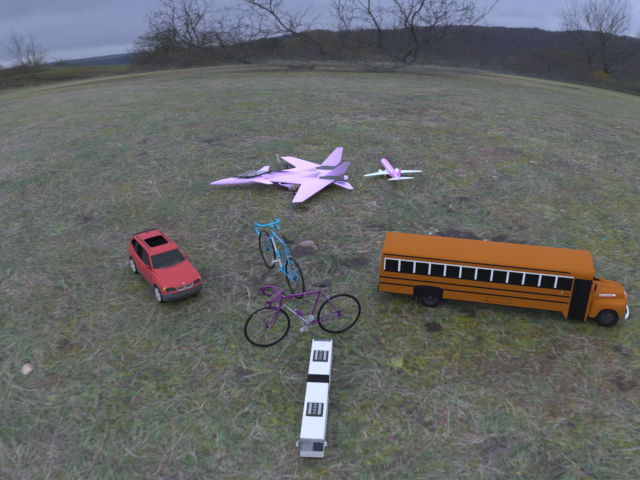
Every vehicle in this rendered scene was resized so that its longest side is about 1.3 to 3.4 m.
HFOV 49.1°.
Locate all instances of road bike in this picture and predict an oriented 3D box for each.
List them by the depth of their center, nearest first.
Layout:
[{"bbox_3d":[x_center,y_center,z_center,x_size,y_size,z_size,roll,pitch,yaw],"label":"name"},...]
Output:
[{"bbox_3d":[-0.205,0.904,8.801,1.545,0.852,0.358,-9,29,-16],"label":"road bike"},{"bbox_3d":[-0.573,0.228,10.079,0.358,0.852,1.545,-14,31,-24],"label":"road bike"}]

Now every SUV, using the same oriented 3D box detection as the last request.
[{"bbox_3d":[-2.281,0.332,10.173,0.656,0.580,1.572,-17,32,-29],"label":"SUV"}]

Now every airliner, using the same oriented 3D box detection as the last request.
[{"bbox_3d":[1.394,-1.447,13.698,1.161,0.429,1.307,-5,28,-10],"label":"airliner"}]

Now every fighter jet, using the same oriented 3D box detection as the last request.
[{"bbox_3d":[-0.761,-1.295,13.274,2.640,0.557,2.229,-4,28,-7],"label":"fighter jet"}]

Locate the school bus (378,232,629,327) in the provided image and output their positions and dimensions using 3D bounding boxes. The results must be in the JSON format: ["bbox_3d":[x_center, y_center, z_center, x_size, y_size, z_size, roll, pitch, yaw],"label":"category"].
[{"bbox_3d":[2.485,0.501,9.571,3.322,0.844,0.709,6,28,11],"label":"school bus"}]

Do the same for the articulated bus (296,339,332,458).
[{"bbox_3d":[-0.028,1.721,7.859,0.311,0.289,1.749,2,28,3],"label":"articulated bus"}]
